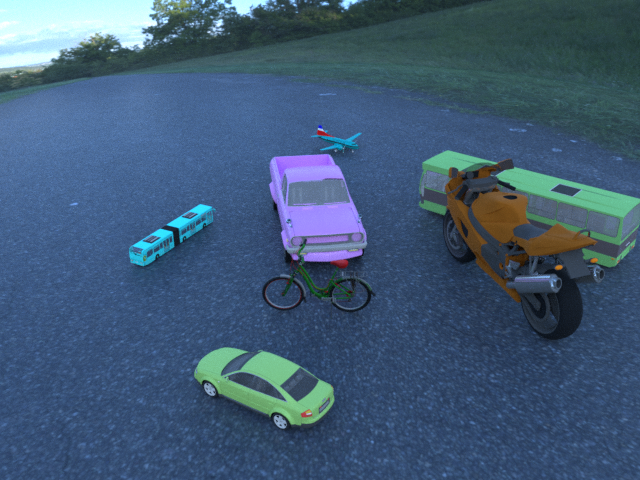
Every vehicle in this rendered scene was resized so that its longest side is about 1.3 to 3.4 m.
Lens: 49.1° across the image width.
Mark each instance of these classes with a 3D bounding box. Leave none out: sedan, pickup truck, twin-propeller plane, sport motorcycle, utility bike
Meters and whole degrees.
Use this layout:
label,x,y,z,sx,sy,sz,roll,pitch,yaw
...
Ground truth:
label,x,y,z,sx,sy,sz,roll,pitch,yaw
sedan,-0.615,1.464,7.343,1.613,0.483,0.635,16,31,29
pickup truck,-0.111,-0.679,11.002,1.244,0.993,3.117,-4,27,-7
twin-propeller plane,0.361,-2.080,14.408,1.095,0.407,1.370,20,33,34
sport motorcycle,2.399,0.016,8.966,0.983,1.596,2.955,-10,28,-18
utility bike,-0.017,0.526,8.681,1.435,0.946,0.535,1,27,2

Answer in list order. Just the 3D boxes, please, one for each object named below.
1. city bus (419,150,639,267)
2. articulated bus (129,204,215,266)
label,x,y,z,sx,sy,sz,roll,pitch,yaw
city bus,3.116,-0.516,10.789,3.255,0.894,0.926,21,34,35
articulated bus,-2.214,-0.098,10.636,0.311,0.289,1.749,13,30,24
